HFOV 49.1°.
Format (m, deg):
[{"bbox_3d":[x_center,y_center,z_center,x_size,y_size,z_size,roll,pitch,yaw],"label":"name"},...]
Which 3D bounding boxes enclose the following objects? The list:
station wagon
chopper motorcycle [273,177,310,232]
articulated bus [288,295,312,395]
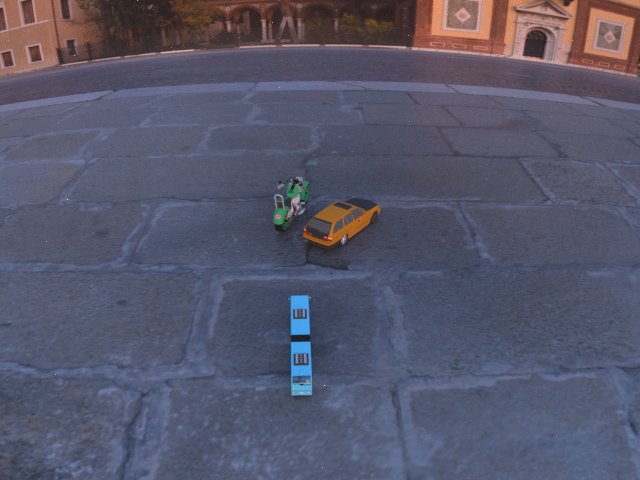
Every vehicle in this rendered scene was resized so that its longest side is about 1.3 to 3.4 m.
[{"bbox_3d":[0.395,-0.376,11.631,0.682,0.473,1.597,20,35,30],"label":"station wagon"},{"bbox_3d":[-0.464,-0.730,11.958,0.466,0.761,1.563,8,31,14],"label":"chopper motorcycle"},{"bbox_3d":[-0.245,1.294,8.917,0.311,0.289,1.749,-1,30,-2],"label":"articulated bus"}]
